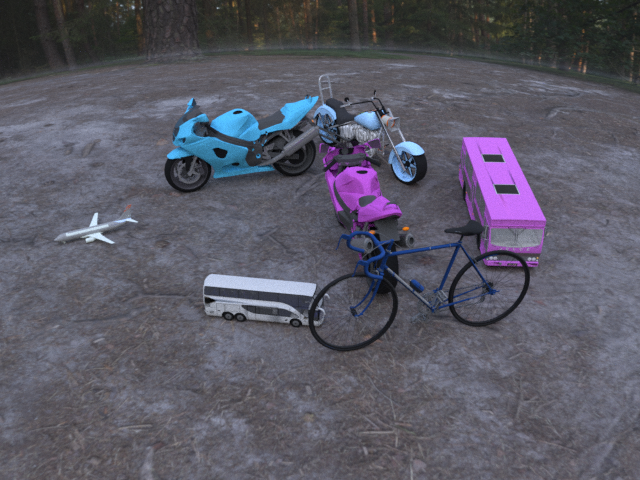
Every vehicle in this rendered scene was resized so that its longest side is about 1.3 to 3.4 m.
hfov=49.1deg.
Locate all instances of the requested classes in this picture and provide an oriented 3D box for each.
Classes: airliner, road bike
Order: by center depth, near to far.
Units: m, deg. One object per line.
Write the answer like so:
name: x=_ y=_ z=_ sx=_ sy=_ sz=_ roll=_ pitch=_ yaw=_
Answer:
road bike: x=1.303 y=0.549 z=8.698 sx=3.004 sy=1.656 sz=0.697 roll=-8 pitch=31 yaw=-14
airliner: x=-3.650 y=-0.252 z=11.328 sx=1.307 sy=0.429 sz=1.161 roll=-15 pitch=33 yaw=-24

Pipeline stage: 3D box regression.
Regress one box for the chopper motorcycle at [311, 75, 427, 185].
chopper motorcycle: x=0.921 y=-2.182 z=13.639 sx=0.906 sy=1.480 sz=3.040 roll=-22 pitch=36 yaw=-33

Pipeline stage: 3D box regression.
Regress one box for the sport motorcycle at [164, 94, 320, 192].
sport motorcycle: x=-1.409 y=-1.780 z=12.821 sx=2.955 sy=1.596 sz=0.983 roll=-11 pitch=32 yaw=-18

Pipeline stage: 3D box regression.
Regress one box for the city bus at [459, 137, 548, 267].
city bus: x=2.929 y=-0.700 z=11.642 sx=0.926 sy=0.894 sz=3.255 roll=1 pitch=30 yaw=2

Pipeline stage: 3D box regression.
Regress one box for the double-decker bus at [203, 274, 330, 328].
double-decker bus: x=-0.722 y=0.812 z=9.360 sx=1.672 sy=0.541 sz=0.389 roll=5 pitch=30 yaw=8

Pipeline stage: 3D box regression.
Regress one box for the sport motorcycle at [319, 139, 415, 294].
sport motorcycle: x=0.629 y=-0.457 z=10.513 sx=0.983 sy=1.596 sz=2.955 roll=-7 pitch=30 yaw=-11
